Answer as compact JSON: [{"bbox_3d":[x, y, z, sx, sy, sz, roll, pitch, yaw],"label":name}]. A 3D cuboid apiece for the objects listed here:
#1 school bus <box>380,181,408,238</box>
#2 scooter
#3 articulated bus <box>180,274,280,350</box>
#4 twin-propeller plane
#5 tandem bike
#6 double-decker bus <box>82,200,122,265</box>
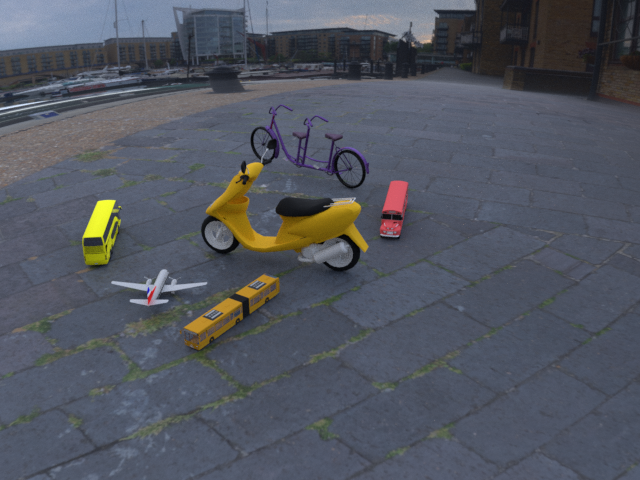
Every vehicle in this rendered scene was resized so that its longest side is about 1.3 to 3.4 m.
[{"bbox_3d":[1.309,-0.543,12.257,0.365,0.434,1.708,5,26,10],"label":"school bus"},{"bbox_3d":[-0.595,-0.470,10.548,2.721,1.786,1.288,8,27,16],"label":"scooter"},{"bbox_3d":[-1.149,0.929,9.368,0.311,0.289,1.749,16,30,29],"label":"articulated bus"},{"bbox_3d":[-2.291,0.625,9.864,1.370,0.407,1.095,1,26,1],"label":"twin-propeller plane"},{"bbox_3d":[-0.290,-1.943,14.138,3.192,1.326,0.550,20,32,36],"label":"tandem bike"},{"bbox_3d":[-3.517,-0.159,11.338,0.389,0.541,1.672,-3,26,-6],"label":"double-decker bus"}]
